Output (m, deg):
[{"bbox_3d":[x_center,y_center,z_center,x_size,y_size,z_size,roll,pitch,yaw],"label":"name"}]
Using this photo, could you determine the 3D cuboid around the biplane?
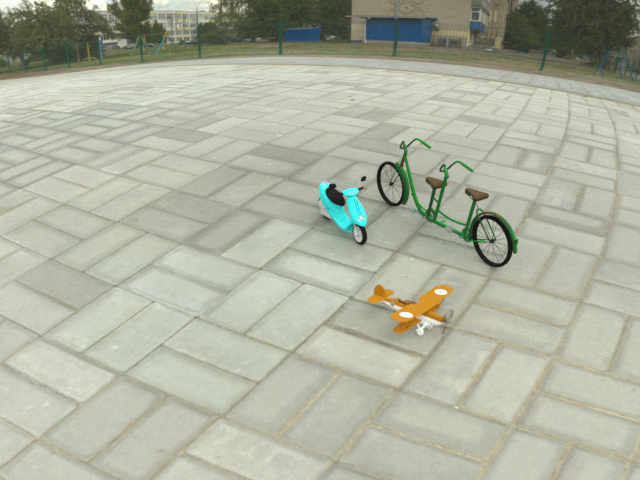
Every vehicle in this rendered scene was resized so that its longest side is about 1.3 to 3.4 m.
[{"bbox_3d":[1.138,0.842,8.712,1.090,0.504,1.336,20,34,32],"label":"biplane"}]

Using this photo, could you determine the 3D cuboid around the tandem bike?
[{"bbox_3d":[1.833,-0.683,10.666,0.550,1.326,3.192,-17,33,-28],"label":"tandem bike"}]

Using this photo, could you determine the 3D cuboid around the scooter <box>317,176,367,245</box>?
[{"bbox_3d":[0.344,-0.568,10.880,0.662,0.919,1.399,-15,32,-26],"label":"scooter"}]
